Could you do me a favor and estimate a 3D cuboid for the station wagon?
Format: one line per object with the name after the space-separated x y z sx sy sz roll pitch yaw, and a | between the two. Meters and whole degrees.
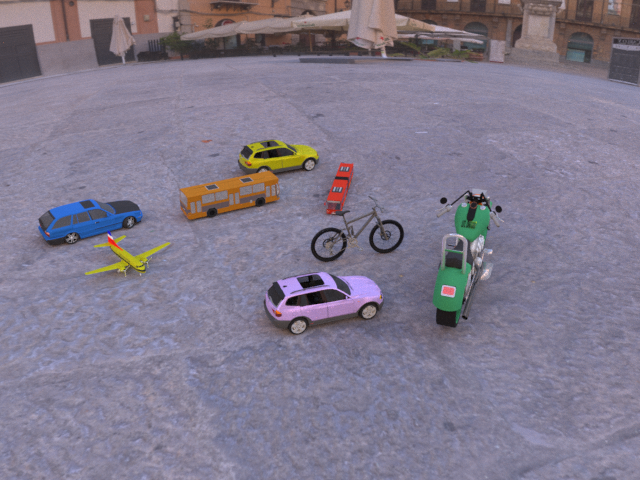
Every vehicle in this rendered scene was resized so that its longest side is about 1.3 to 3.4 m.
-3.678 -0.376 11.269 1.597 0.473 0.682 -18 33 -29 | station wagon

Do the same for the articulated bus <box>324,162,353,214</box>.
0.367 -0.946 12.511 0.311 0.289 1.749 5 29 8 | articulated bus

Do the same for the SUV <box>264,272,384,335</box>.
0.055 0.736 9.112 1.572 0.580 0.656 -10 30 -17 | SUV

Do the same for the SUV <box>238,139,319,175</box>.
-0.789 -1.613 13.432 1.572 0.580 0.656 -13 31 -23 | SUV

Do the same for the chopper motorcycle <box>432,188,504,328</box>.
2.037 -0.031 9.582 0.906 1.480 3.040 10 30 17 | chopper motorcycle

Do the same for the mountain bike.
0.571 -0.125 10.395 1.469 0.868 0.573 -8 30 -14 | mountain bike

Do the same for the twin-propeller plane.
-2.856 0.200 10.280 1.370 0.407 1.095 -23 36 -36 | twin-propeller plane

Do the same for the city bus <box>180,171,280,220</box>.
-1.531 -0.757 11.985 1.674 0.460 0.476 -14 32 -25 | city bus
